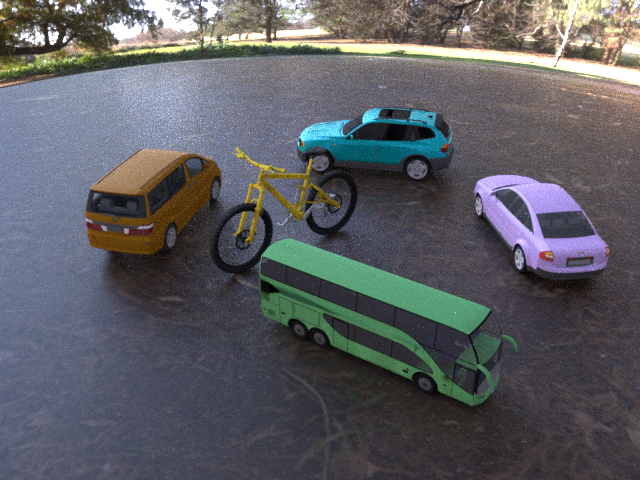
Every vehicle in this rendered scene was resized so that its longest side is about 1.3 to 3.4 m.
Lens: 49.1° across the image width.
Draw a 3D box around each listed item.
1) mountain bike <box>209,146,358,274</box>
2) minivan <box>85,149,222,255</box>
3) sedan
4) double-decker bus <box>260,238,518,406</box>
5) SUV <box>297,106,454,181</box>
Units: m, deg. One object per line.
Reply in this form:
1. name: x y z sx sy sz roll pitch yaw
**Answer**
1. mountain bike: -0.474 -0.570 10.526 2.857 1.688 1.114 -23 36 -36
2. minivan: -2.635 -0.844 11.534 1.324 1.197 3.011 7 30 13
3. sedan: 3.379 -0.412 11.016 1.235 0.940 3.137 -4 29 -7
4. double-decker bus: 0.688 0.939 8.444 3.251 1.052 0.756 19 34 30
5. SUV: 1.076 -1.969 13.649 3.058 1.128 1.276 6 29 10
